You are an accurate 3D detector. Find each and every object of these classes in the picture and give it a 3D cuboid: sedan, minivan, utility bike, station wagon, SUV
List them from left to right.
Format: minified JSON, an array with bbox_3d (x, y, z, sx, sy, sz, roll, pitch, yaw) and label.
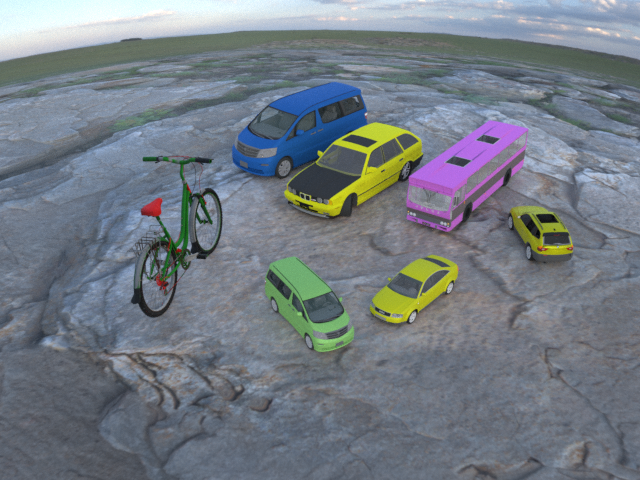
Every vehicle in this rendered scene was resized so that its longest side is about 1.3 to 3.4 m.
[{"bbox_3d":[-2.070,-0.213,9.818,1.039,1.839,2.791,8,31,13],"label":"utility bike"},{"bbox_3d":[-0.382,-2.232,13.973,1.324,1.197,3.011,26,39,37],"label":"minivan"},{"bbox_3d":[-0.154,0.827,9.236,0.681,0.616,1.548,-17,34,-27],"label":"minivan"},{"bbox_3d":[0.666,-1.370,12.750,1.327,0.920,3.105,21,36,32],"label":"station wagon"},{"bbox_3d":[1.321,0.633,9.706,0.635,0.483,1.613,23,37,34],"label":"sedan"},{"bbox_3d":[3.472,-0.185,11.032,0.656,0.580,1.572,-2,30,-3],"label":"SUV"}]

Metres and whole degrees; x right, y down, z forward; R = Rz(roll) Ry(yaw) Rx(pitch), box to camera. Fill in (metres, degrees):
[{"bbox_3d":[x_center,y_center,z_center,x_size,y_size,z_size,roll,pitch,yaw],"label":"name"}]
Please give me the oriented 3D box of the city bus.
[{"bbox_3d":[2.678,-1.180,12.446,0.926,0.894,3.255,20,35,30],"label":"city bus"}]
